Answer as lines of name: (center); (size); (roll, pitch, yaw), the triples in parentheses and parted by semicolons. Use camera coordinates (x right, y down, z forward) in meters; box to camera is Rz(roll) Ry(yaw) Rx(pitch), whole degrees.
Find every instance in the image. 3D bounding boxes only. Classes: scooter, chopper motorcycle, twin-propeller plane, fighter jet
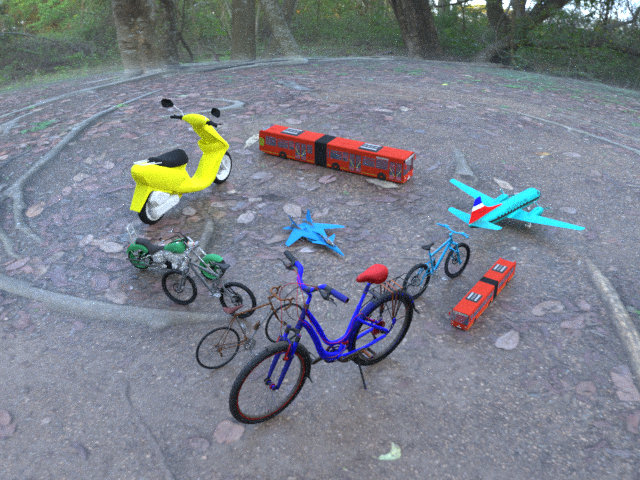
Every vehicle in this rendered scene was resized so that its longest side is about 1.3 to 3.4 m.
scooter: (-2.414, -1.466, 12.398); (1.288, 1.786, 2.721); (15, 32, 25)
chopper motorcycle: (-2.171, 0.181, 10.466); (1.563, 0.761, 0.466); (6, 29, 11)
twin-propeller plane: (3.179, -0.630, 11.909); (2.129, 0.792, 2.663); (-24, 37, -37)
fighter jet: (-0.007, -0.094, 11.459); (1.147, 0.286, 1.358); (-18, 34, -30)

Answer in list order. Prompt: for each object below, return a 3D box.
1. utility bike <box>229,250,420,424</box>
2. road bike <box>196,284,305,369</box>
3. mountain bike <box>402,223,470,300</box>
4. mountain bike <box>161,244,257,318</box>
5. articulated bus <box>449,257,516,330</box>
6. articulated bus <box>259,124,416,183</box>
utility bike: (0.211, 1.008, 7.843); (2.791, 1.839, 1.039); (-21, 35, -33)
road bike: (-0.845, 1.088, 8.723); (1.545, 0.852, 0.358); (-17, 33, -28)
mountain bike: (1.712, 0.315, 10.112); (1.469, 0.868, 0.573); (-23, 36, -35)
mountain bike: (-1.544, 0.603, 9.588); (1.469, 0.868, 0.573); (10, 30, 18)
articulated bus: (2.342, 0.735, 9.949); (0.311, 0.289, 1.749); (18, 34, 30)
articulated bus: (0.292, -1.783, 14.246); (3.401, 0.561, 0.605); (15, 32, 26)
